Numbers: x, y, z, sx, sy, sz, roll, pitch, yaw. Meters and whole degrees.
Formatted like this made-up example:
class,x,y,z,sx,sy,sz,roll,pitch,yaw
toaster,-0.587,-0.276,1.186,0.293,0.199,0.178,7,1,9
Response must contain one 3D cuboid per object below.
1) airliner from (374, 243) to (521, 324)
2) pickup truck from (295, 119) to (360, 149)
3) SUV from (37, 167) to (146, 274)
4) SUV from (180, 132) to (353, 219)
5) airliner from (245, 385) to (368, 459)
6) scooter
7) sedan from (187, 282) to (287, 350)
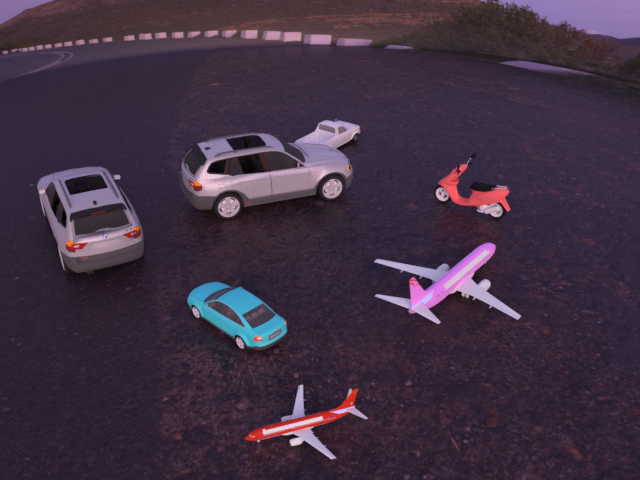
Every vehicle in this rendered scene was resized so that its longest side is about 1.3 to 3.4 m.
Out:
class,x,y,z,sx,sy,sz,roll,pitch,yaw
airliner,1.882,0.380,9.770,2.257,0.835,2.541,22,37,33
pickup truck,0.173,-2.150,14.427,0.640,0.511,1.603,21,36,31
SUV,-3.682,-0.546,11.066,1.276,1.128,3.058,-14,33,-23
SUV,-0.925,-1.271,12.309,3.058,1.128,1.276,-11,32,-19
airliner,-0.180,1.904,7.561,1.307,0.429,1.161,-10,32,-16
scooter,2.592,-0.908,11.894,1.399,0.919,0.662,20,36,31
sedan,-1.122,0.913,9.205,1.613,0.483,0.635,26,39,37
